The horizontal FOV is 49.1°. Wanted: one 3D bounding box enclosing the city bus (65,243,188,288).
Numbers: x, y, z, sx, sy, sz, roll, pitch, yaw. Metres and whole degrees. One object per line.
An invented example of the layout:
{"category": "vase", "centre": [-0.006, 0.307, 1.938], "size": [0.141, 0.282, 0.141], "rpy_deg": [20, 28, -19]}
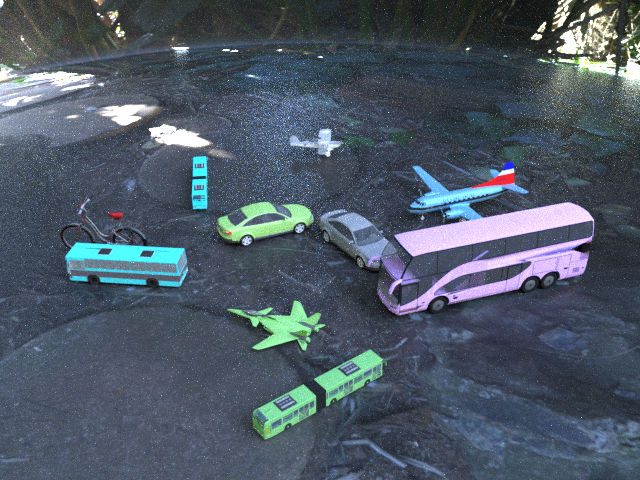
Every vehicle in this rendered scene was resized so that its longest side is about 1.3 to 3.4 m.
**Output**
{"category": "city bus", "centre": [-2.819, 0.379, 10.263], "size": [1.674, 0.460, 0.476], "rpy_deg": [3, 31, 5]}

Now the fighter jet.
{"category": "fighter jet", "centre": [-0.663, 1.034, 9.326], "size": [1.358, 0.286, 1.147], "rpy_deg": [14, 33, 22]}

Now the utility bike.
{"category": "utility bike", "centre": [-3.329, -0.143, 10.668], "size": [1.435, 0.946, 0.535], "rpy_deg": [3, 31, 6]}

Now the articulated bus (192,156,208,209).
{"category": "articulated bus", "centre": [-2.208, -1.072, 12.882], "size": [0.311, 0.289, 1.749], "rpy_deg": [-4, 31, -7]}

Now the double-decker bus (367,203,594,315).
{"category": "double-decker bus", "centre": [2.307, 0.261, 9.881], "size": [3.251, 1.052, 0.756], "rpy_deg": [-10, 32, -17]}

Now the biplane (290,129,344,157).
{"category": "biplane", "centre": [-0.067, -1.958, 14.167], "size": [1.090, 0.504, 1.336], "rpy_deg": [1, 31, 2]}

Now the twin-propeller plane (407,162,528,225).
{"category": "twin-propeller plane", "centre": [2.447, -0.830, 11.980], "size": [2.129, 0.792, 2.663], "rpy_deg": [-12, 33, -19]}

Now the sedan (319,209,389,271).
{"category": "sedan", "centre": [0.595, -0.060, 10.982], "size": [0.635, 0.483, 1.613], "rpy_deg": [-18, 35, -28]}

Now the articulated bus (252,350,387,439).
{"category": "articulated bus", "centre": [0.018, 1.760, 8.097], "size": [1.749, 0.289, 0.311], "rpy_deg": [-22, 37, -32]}

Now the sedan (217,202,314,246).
{"category": "sedan", "centre": [-0.880, -0.341, 11.456], "size": [1.613, 0.483, 0.635], "rpy_deg": [-13, 33, -21]}
